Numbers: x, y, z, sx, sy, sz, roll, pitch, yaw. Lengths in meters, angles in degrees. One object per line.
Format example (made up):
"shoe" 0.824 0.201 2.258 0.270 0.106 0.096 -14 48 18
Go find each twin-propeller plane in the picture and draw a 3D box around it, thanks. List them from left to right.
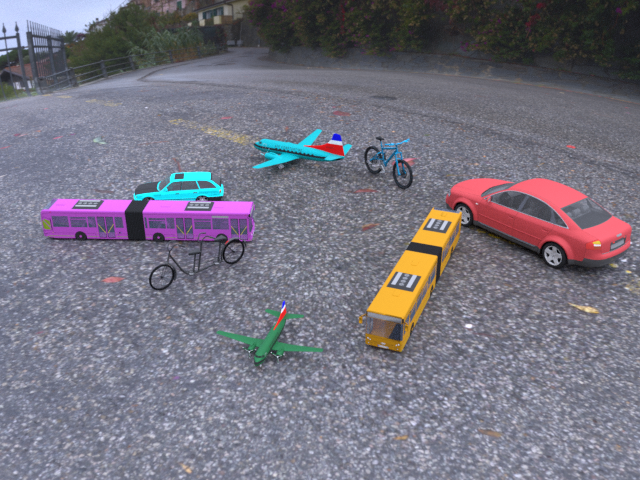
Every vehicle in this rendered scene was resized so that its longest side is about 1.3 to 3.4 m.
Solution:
"twin-propeller plane" -0.592 1.156 8.562 1.370 0.407 1.095 8 28 15
"twin-propeller plane" -0.456 -1.904 14.200 2.129 0.792 2.663 13 30 25

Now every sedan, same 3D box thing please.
"sedan" 3.388 -0.477 11.208 1.235 0.940 3.137 -19 32 -33

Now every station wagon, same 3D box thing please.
"station wagon" -2.553 -0.933 12.630 1.597 0.473 0.682 -3 27 -6

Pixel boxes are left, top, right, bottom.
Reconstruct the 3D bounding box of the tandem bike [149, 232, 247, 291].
"tandem bike" -1.742 0.221 10.110 1.642 0.682 0.283 -21 34 -35

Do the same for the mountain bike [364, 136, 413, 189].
"mountain bike" 1.299 -1.542 13.399 0.573 0.868 1.469 -16 31 -29

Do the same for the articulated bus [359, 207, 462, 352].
"articulated bus" 1.390 0.426 9.837 0.605 0.561 3.401 10 29 20

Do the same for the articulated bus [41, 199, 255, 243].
"articulated bus" -2.733 -0.321 11.318 3.401 0.561 0.605 1 27 2
